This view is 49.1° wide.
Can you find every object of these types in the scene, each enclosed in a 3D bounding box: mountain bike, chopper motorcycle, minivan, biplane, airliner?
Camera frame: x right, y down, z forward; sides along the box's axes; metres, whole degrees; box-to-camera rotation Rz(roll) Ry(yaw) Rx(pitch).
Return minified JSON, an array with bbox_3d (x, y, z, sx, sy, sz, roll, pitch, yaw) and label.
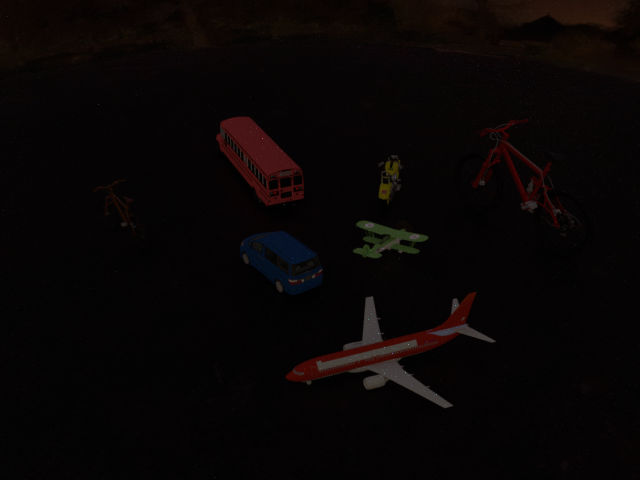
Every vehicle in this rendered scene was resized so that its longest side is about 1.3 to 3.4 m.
[{"bbox_3d":[-3.201,-0.422,11.321,1.469,0.868,0.573,26,39,37],"label":"mountain bike"},{"bbox_3d":[1.292,-1.194,12.745,0.466,0.761,1.563,7,31,12],"label":"chopper motorcycle"},{"bbox_3d":[-0.613,0.236,10.447,0.681,0.616,1.548,-20,36,-31],"label":"minivan"},{"bbox_3d":[0.997,0.040,10.891,1.336,0.504,1.090,25,39,36],"label":"biplane"},{"bbox_3d":[0.790,1.216,8.557,2.541,0.835,2.257,-10,32,-17],"label":"airliner"},{"bbox_3d":[3.253,-0.897,11.320,1.114,1.688,2.857,-20,36,-30],"label":"mountain bike"}]

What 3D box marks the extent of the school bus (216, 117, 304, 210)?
[{"bbox_3d":[-1.239,-1.575,13.312,0.709,0.844,3.322,-13,33,-20],"label":"school bus"}]
